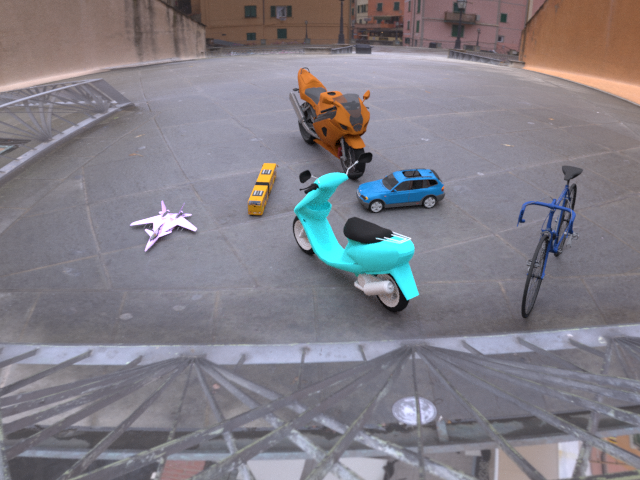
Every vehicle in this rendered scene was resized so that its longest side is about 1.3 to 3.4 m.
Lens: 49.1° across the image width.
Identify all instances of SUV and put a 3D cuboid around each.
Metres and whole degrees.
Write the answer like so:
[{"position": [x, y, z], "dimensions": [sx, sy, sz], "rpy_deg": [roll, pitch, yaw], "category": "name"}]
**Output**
[{"position": [1.435, -0.914, 12.460], "dimensions": [1.572, 0.580, 0.656], "rpy_deg": [-5, 30, -9], "category": "SUV"}]

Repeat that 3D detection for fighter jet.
[{"position": [-2.627, -0.227, 11.539], "dimensions": [1.147, 0.286, 1.358], "rpy_deg": [5, 30, 9], "category": "fighter jet"}]

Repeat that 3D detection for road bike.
[{"position": [3.333, -0.124, 9.958], "dimensions": [0.696, 1.656, 3.004], "rpy_deg": [15, 33, 25], "category": "road bike"}]

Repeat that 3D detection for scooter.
[{"position": [0.417, -0.186, 9.936], "dimensions": [1.288, 1.786, 2.721], "rpy_deg": [-20, 35, -32], "category": "scooter"}]

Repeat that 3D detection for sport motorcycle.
[{"position": [0.198, -2.380, 14.031], "dimensions": [0.983, 1.596, 2.955], "rpy_deg": [-12, 32, -20], "category": "sport motorcycle"}]

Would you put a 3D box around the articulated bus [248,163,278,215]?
[{"position": [-1.041, -0.955, 12.830], "dimensions": [0.311, 0.289, 1.749], "rpy_deg": [3, 29, 5], "category": "articulated bus"}]
